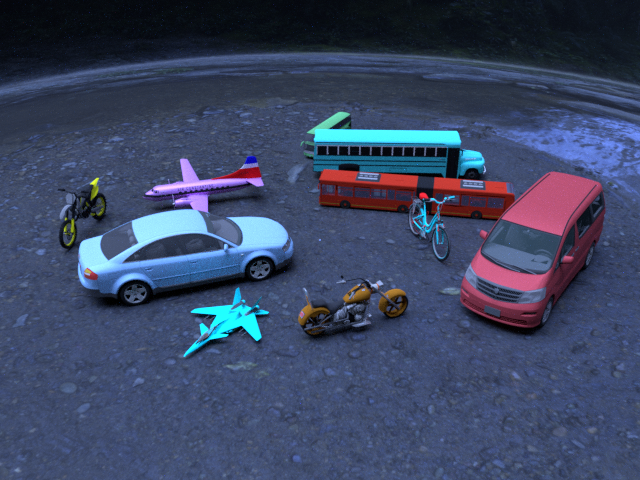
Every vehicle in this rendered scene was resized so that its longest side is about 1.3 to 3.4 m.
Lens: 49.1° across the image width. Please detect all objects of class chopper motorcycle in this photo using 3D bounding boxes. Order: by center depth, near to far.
[{"bbox_3d":[0.456,0.811,9.154,1.563,0.761,0.466,-12,31,-20],"label":"chopper motorcycle"}]

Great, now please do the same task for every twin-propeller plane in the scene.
[{"bbox_3d":[-2.077,-1.023,12.427,2.129,0.792,2.663,-8,30,-15],"label":"twin-propeller plane"}]

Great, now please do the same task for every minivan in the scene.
[{"bbox_3d":[3.126,0.065,10.049,1.324,1.197,3.011,19,34,31],"label":"minivan"}]

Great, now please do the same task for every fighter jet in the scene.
[{"bbox_3d":[-1.312,1.095,9.132,1.147,0.286,1.358,18,34,29],"label":"fighter jet"}]

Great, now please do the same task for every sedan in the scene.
[{"bbox_3d":[-1.927,0.096,10.259,3.137,0.940,1.235,-10,31,-18],"label":"sedan"}]

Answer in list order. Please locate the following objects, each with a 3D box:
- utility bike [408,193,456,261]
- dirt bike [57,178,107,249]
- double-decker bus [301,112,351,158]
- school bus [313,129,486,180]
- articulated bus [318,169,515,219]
[{"bbox_3d":[1.757,-0.335,11.028,0.535,0.946,1.435,-10,30,-17],"label":"utility bike"},{"bbox_3d":[-3.874,-0.500,11.416,0.527,0.857,1.493,6,30,10],"label":"dirt bike"},{"bbox_3d":[0.165,-2.220,14.841,0.389,0.541,1.672,14,32,24],"label":"double-decker bus"},{"bbox_3d":[1.529,-1.659,13.518,3.322,0.844,0.709,1,29,2],"label":"school bus"},{"bbox_3d":[1.644,-0.806,12.273,3.401,0.561,0.605,5,29,9],"label":"articulated bus"}]
